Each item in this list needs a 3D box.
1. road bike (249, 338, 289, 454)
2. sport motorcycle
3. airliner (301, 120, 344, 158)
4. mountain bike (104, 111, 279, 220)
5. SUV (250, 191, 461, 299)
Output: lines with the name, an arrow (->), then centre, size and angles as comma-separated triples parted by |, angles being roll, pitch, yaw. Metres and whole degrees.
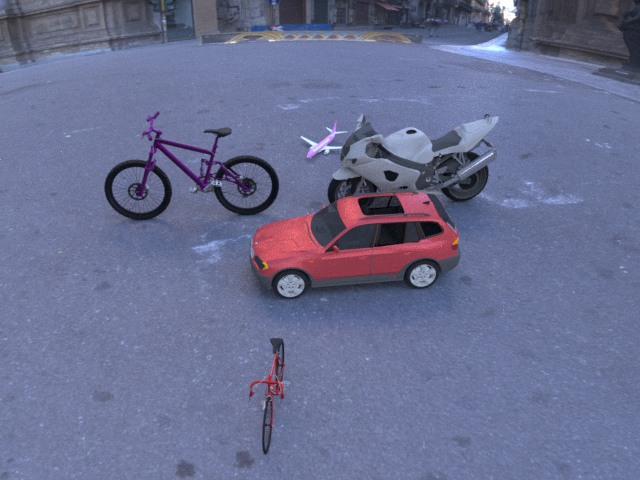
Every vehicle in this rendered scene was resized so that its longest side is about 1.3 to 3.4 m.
road bike -> -0.512, 1.606, 7.752 | 0.358, 0.852, 1.545 | 3, 31, 4
sport motorcycle -> 1.559, -1.273, 11.776 | 2.955, 1.596, 0.983 | -8, 32, -13
airliner -> 0.052, -2.015, 14.123 | 1.161, 0.429, 1.307 | 15, 34, 24
mountain bike -> -2.105, -1.119, 11.434 | 2.857, 1.688, 1.114 | -3, 31, -5
SUV -> 0.501, -0.013, 10.151 | 3.058, 1.128, 1.276 | -4, 31, -7
